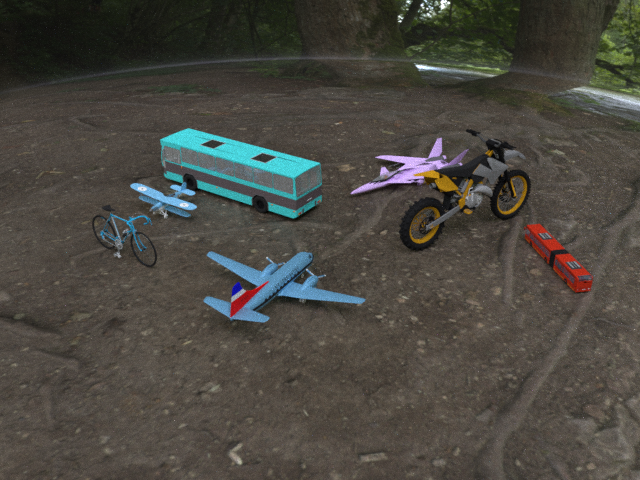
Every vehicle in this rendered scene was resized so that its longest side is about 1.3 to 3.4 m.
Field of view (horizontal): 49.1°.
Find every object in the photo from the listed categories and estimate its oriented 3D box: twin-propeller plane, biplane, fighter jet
[{"bbox_3d":[-0.645,0.545,9.923,2.663,0.792,2.129,15,32,26],"label":"twin-propeller plane"},{"bbox_3d":[-2.689,-0.713,12.518,1.336,0.504,1.090,13,31,22],"label":"biplane"},{"bbox_3d":[1.670,-1.369,13.662,2.640,0.557,2.229,-18,33,-29],"label":"fighter jet"}]

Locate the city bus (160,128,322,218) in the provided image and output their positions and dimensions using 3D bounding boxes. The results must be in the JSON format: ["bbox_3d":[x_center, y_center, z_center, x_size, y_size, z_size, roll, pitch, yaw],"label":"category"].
[{"bbox_3d":[-1.524,-1.255,13.102,3.255,0.894,0.926,18,34,30],"label":"city bus"}]

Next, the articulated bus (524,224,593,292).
[{"bbox_3d":[3.706,0.253,10.980,0.311,0.289,1.749,-5,29,-9],"label":"articulated bus"}]

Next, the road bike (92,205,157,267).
[{"bbox_3d":[-3.117,-0.103,11.043,1.545,0.852,0.358,20,34,32],"label":"road bike"}]

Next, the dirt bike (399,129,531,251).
[{"bbox_3d":[2.486,-0.857,11.573,2.903,1.666,1.024,-17,33,-29],"label":"dirt bike"}]
